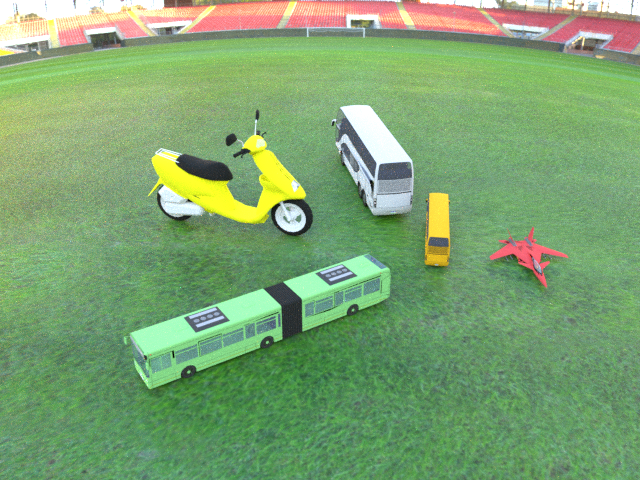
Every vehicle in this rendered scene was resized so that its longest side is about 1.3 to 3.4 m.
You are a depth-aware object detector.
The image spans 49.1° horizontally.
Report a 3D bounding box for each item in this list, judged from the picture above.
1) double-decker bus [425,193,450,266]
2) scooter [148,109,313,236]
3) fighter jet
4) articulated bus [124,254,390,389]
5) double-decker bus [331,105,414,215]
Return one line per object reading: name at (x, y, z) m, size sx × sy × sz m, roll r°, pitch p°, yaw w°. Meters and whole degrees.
double-decker bus at (1.786, -0.203, 10.634) m, size 0.389 × 0.541 × 1.672 m, roll 4°, pitch 29°, yaw 7°
scooter at (-1.421, -0.993, 10.775) m, size 2.721 × 1.786 × 1.288 m, roll 8°, pitch 30°, yaw 13°
fighter jet at (3.056, 0.242, 10.094) m, size 1.147 × 0.286 × 1.358 m, roll -1°, pitch 29°, yaw -2°
articulated bus at (-0.628, 0.922, 8.582) m, size 3.401 × 0.561 × 0.605 m, roll -17°, pitch 33°, yaw -28°
double-decker bus at (0.890, -1.523, 12.488) m, size 0.756 × 1.052 × 3.251 m, roll -5°, pitch 29°, yaw -9°
